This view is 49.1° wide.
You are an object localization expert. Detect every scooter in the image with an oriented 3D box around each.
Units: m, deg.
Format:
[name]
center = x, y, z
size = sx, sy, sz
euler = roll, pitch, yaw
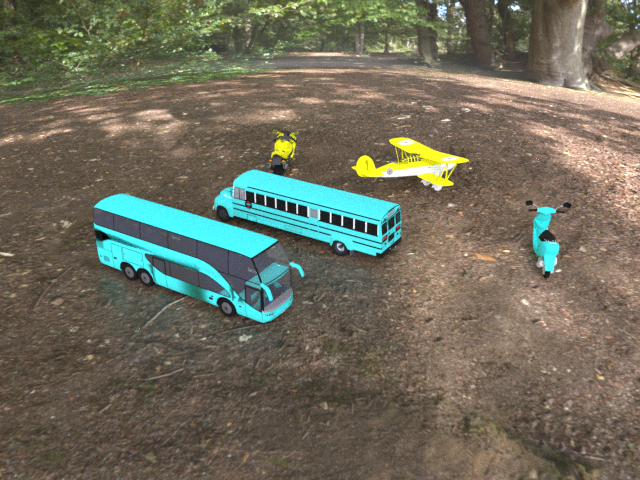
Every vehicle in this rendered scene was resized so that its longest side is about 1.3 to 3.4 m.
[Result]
[scooter]
center = 3.362, -0.086, 10.435
size = 0.662, 0.919, 1.399
euler = 4, 27, 8

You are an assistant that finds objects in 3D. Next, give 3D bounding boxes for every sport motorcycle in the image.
[sport motorcycle]
center = -0.719, -1.598, 13.524
size = 0.506, 0.821, 1.520
euler = 3, 27, 6

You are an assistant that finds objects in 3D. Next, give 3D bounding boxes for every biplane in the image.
[biplane]
center = 1.643, -1.362, 12.882
size = 2.120, 0.981, 2.598
euler = -9, 28, -17

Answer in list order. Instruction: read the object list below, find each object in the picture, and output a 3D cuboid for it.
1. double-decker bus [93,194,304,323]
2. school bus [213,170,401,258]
[double-decker bus]
center = -1.774, 0.222, 9.681
size = 3.251, 1.052, 0.756
euler = 16, 31, 28
[school bus]
center = -0.314, -0.479, 11.293
size = 3.322, 0.844, 0.709
euler = 16, 31, 28
